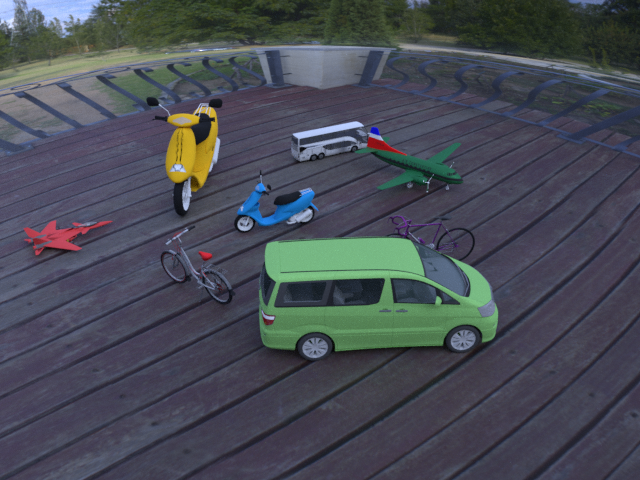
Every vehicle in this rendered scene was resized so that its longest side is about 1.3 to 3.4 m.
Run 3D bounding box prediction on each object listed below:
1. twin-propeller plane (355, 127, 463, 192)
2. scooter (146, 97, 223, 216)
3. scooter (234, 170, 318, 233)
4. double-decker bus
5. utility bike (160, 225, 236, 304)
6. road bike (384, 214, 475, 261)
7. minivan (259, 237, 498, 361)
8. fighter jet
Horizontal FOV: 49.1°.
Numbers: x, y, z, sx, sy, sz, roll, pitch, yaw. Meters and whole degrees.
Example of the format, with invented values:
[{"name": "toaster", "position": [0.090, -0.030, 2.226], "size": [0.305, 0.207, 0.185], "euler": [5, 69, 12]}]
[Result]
[{"name": "twin-propeller plane", "position": [1.714, -1.492, 12.872], "size": [2.129, 0.792, 2.663], "euler": [23, 37, 34]}, {"name": "scooter", "position": [-2.232, -1.737, 12.305], "size": [1.288, 1.786, 2.721], "euler": [2, 30, 4]}, {"name": "scooter", "position": [-0.705, -0.605, 11.225], "size": [1.399, 0.919, 0.662], "euler": [-9, 31, -15]}, {"name": "double-decker bus", "position": [0.231, -1.971, 13.942], "size": [1.672, 0.541, 0.389], "euler": [-15, 33, -24]}, {"name": "utility bike", "position": [-1.736, 0.366, 9.533], "size": [1.435, 0.946, 0.535], "euler": [21, 36, 31]}, {"name": "road bike", "position": [1.542, 0.009, 10.239], "size": [1.545, 0.852, 0.358], "euler": [-5, 31, -8]}, {"name": "minivan", "position": [0.736, 0.653, 8.791], "size": [3.011, 1.197, 1.324], "euler": [-2, 30, -4]}, {"name": "fighter jet", "position": [-3.947, -0.176, 11.116], "size": [1.358, 0.286, 1.147], "euler": [-21, 36, -32]}]
